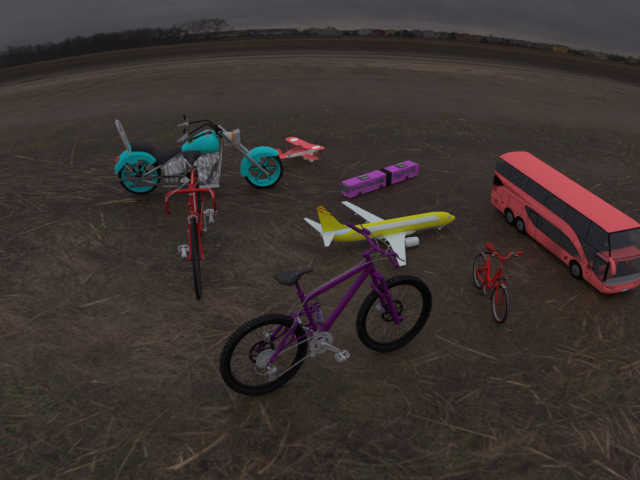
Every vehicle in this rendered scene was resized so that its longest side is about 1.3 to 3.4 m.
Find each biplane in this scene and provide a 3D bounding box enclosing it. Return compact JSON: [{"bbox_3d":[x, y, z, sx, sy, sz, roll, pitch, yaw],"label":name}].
[{"bbox_3d":[-0.452,-1.786,14.125,1.090,0.504,1.336,-17,34,-27],"label":"biplane"}]

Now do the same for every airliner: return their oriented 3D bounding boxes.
[{"bbox_3d":[1.092,-0.357,11.282,2.541,0.835,2.257,-11,31,-18],"label":"airliner"}]

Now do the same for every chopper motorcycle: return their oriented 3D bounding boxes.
[{"bbox_3d":[-2.197,-1.558,12.740,3.040,1.480,0.906,-5,30,-9],"label":"chopper motorcycle"}]

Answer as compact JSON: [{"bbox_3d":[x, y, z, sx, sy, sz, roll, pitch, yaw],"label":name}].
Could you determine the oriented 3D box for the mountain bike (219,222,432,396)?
[{"bbox_3d":[0.152,0.870,8.264,2.857,1.688,1.114,-14,33,-23],"label":"mountain bike"}]

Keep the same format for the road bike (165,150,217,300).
[{"bbox_3d":[-1.876,-0.400,10.528,0.696,1.656,3.004,-4,30,-7],"label":"road bike"}]

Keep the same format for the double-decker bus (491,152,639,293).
[{"bbox_3d":[3.833,-0.335,11.025,0.756,1.052,3.251,-10,31,-16],"label":"double-decker bus"}]

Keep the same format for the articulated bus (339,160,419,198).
[{"bbox_3d":[1.147,-1.162,13.249,1.749,0.289,0.311,-20,35,-31],"label":"articulated bus"}]

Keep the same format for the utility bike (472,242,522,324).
[{"bbox_3d":[2.430,0.464,9.728,0.535,0.946,1.435,-3,30,-6],"label":"utility bike"}]
